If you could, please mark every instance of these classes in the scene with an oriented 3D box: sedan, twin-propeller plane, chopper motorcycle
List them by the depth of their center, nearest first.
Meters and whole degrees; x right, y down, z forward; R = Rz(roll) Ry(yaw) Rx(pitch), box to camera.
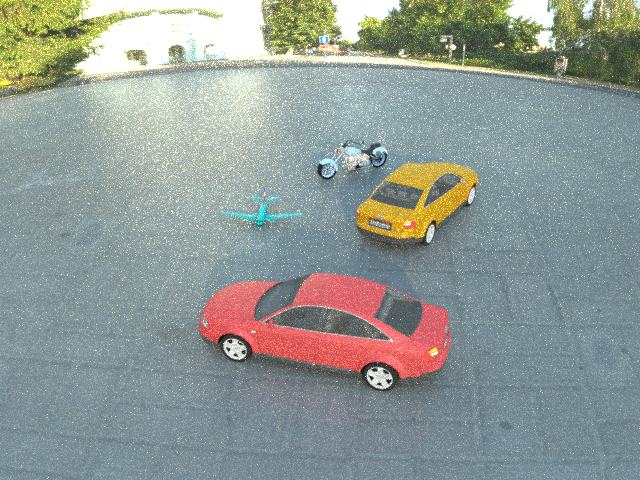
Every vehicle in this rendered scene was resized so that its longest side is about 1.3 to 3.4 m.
[{"bbox_3d":[0.016,0.956,8.550,3.137,0.940,1.235,8,28,15],"label":"sedan"},{"bbox_3d":[1.749,-0.820,11.990,1.235,0.940,3.137,16,32,29],"label":"sedan"},{"bbox_3d":[-0.988,-0.522,11.994,1.370,0.407,1.095,1,27,2],"label":"twin-propeller plane"},{"bbox_3d":[0.661,-1.678,13.847,1.563,0.761,0.466,-14,30,-24],"label":"chopper motorcycle"}]
